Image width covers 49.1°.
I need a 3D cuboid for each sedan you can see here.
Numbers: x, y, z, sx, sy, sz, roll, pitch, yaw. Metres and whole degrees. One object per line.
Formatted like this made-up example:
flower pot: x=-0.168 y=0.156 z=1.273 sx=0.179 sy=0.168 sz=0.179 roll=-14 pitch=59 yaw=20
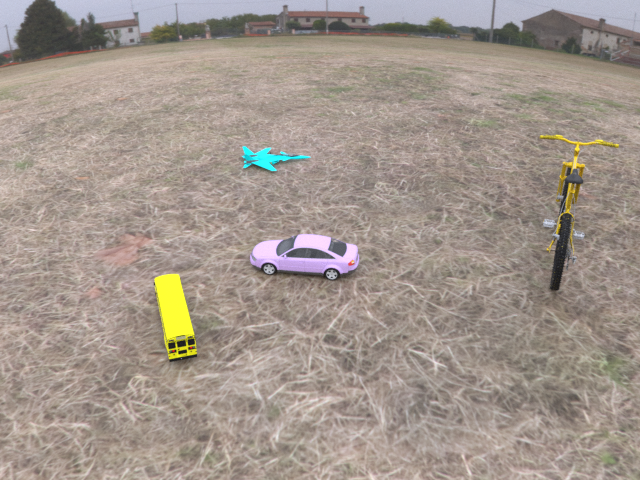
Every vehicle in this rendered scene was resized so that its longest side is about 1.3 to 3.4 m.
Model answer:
sedan: x=-0.231 y=0.198 z=10.287 sx=1.613 sy=0.483 sz=0.635 roll=4 pitch=30 yaw=7

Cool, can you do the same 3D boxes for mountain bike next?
mountain bike: x=3.647 y=-0.509 z=10.312 sx=1.114 sy=1.688 sz=2.857 roll=10 pitch=31 yaw=17

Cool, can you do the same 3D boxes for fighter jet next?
fighter jet: x=-0.848 y=-1.665 z=13.750 sx=1.358 sy=0.286 sz=1.147 roll=-4 pitch=30 yaw=-8

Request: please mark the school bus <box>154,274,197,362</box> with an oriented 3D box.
school bus: x=-1.898 y=0.922 z=9.069 sx=0.365 sy=0.434 sz=1.708 roll=-9 pitch=31 yaw=-15
